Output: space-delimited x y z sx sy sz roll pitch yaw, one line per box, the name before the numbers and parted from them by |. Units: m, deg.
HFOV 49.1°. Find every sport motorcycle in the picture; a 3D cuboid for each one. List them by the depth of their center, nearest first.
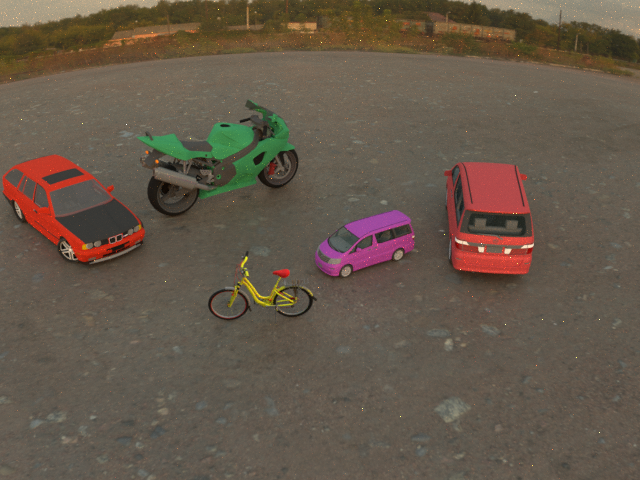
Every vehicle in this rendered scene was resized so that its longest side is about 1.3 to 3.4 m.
sport motorcycle | -1.658 -1.405 12.118 2.955 1.596 0.983 -18 34 -28

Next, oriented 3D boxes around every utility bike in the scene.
utility bike | -0.748 0.676 9.084 1.435 0.946 0.535 -3 29 -4

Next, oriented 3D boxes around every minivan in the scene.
minivan | 0.673 0.041 10.549 1.548 0.616 0.681 -16 33 -26
minivan | 2.625 -0.577 11.053 1.324 1.197 3.011 4 30 6

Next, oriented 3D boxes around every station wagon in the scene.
station wagon | -4.073 -0.610 11.395 1.327 0.920 3.105 -24 38 -36
